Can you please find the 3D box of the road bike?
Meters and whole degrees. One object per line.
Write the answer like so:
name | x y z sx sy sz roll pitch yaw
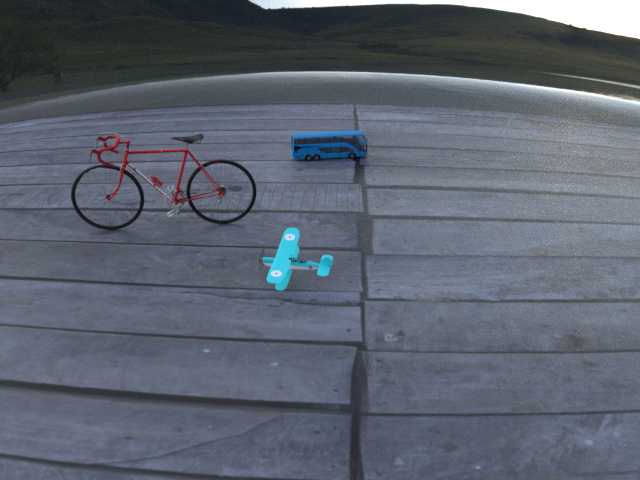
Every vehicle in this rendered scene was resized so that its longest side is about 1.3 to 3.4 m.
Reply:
road bike | -2.555 -0.964 11.453 3.004 1.656 0.697 -3 27 -7

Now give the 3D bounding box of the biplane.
biplane | -0.361 0.350 10.112 1.090 0.504 1.336 5 27 9

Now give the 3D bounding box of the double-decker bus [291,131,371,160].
double-decker bus | 0.225 -1.992 14.757 1.672 0.541 0.389 -4 27 -8
